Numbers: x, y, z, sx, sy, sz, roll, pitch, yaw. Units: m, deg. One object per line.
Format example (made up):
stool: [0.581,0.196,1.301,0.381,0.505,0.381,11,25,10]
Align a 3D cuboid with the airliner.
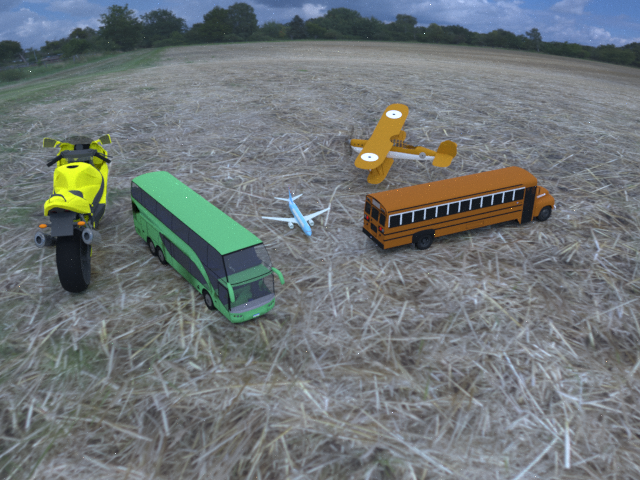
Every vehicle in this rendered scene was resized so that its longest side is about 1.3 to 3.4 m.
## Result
airliner: [-0.345,-0.468,11.337,1.161,0.429,1.307,-8,29,-15]

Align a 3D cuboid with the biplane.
biplane: [1.469,-1.663,13.011,2.120,0.981,2.598,9,29,17]

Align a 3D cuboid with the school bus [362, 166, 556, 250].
school bus: [2.292,-0.541,11.030,3.322,0.844,0.709,-12,30,-22]

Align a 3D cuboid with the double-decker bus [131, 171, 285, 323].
double-decker bus: [-1.691,0.034,9.716,0.756,1.052,3.251,-18,33,-31]

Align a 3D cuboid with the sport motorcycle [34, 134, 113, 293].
sport motorcycle: [-3.489,-0.489,10.124,0.983,1.596,2.955,-5,28,-9]
